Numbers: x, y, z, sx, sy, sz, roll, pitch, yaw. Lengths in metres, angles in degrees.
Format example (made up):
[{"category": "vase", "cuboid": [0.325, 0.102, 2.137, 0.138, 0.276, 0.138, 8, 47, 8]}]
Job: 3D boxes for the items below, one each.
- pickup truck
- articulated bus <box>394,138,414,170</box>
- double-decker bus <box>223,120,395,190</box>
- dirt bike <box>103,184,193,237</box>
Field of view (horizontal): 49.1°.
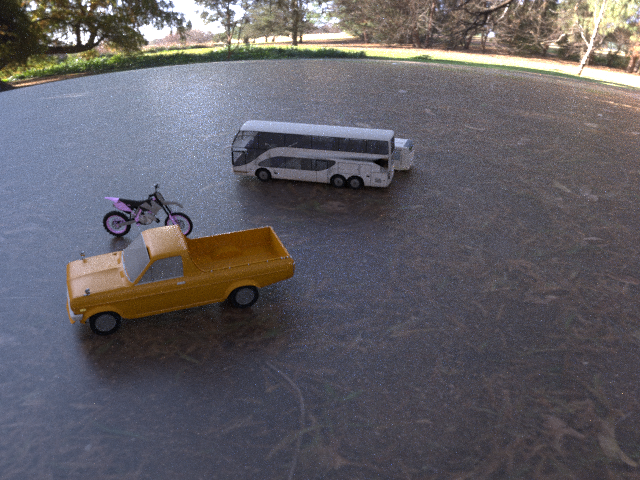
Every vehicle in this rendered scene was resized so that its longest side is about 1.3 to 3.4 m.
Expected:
[{"category": "pickup truck", "cuboid": [-1.951, 0.381, 9.743, 3.117, 0.993, 1.244, -10, 30, -18]}, {"category": "articulated bus", "cuboid": [0.229, -1.949, 14.469, 3.401, 0.561, 0.605, 10, 30, 17]}, {"category": "double-decker bus", "cuboid": [-0.199, -1.653, 13.413, 3.251, 1.052, 0.756, 6, 29, 11]}, {"category": "dirt bike", "cuboid": [-2.816, -0.426, 11.366, 1.493, 0.857, 0.527, 2, 29, 3]}]
